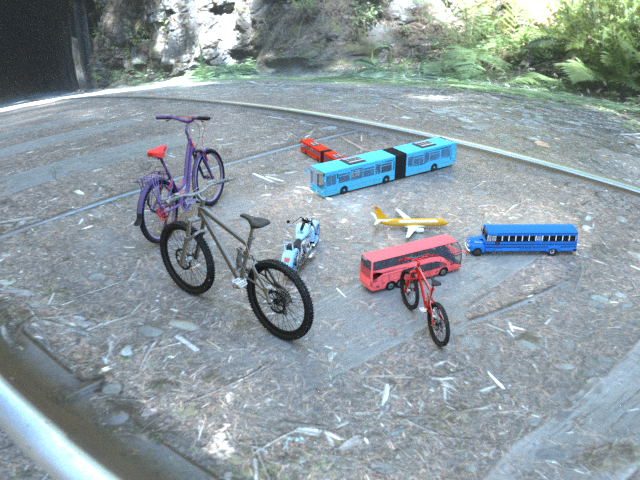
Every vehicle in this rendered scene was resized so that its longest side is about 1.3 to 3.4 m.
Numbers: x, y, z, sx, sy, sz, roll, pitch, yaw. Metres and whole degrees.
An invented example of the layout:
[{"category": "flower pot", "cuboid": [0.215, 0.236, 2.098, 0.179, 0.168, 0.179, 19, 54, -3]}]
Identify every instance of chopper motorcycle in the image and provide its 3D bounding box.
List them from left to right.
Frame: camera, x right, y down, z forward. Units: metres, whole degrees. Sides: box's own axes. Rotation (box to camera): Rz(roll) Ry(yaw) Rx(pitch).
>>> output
[{"category": "chopper motorcycle", "cuboid": [-0.273, -0.023, 10.732, 0.466, 0.761, 1.563, 7, 27, 14]}]

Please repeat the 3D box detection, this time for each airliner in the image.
[{"category": "airliner", "cuboid": [1.538, -0.385, 11.854, 1.307, 0.429, 1.161, -1, 26, -3]}]

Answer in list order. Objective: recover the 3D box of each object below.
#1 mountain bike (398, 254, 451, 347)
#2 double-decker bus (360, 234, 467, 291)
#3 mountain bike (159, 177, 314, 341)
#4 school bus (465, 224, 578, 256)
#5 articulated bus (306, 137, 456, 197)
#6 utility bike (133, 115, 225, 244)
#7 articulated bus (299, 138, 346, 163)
[{"category": "mountain bike", "cuboid": [1.351, 0.723, 9.074, 0.573, 0.868, 1.469, -7, 27, -15]}, {"category": "double-decker bus", "cuboid": [1.374, 0.320, 10.278, 1.672, 0.541, 0.389, -13, 29, -24]}, {"category": "mountain bike", "cuboid": [-1.185, 0.231, 9.148, 2.857, 1.688, 1.114, 20, 32, 35]}, {"category": "school bus", "cuboid": [3.173, -0.011, 11.081, 1.708, 0.434, 0.365, 0, 26, -1]}, {"category": "articulated bus", "cuboid": [1.309, -1.493, 13.984, 3.401, 0.561, 0.605, -16, 30, -30]}, {"category": "utility bike", "cuboid": [-2.424, -1.148, 11.813, 1.039, 1.839, 2.791, 10, 28, 19]}, {"category": "articulated bus", "cuboid": [0.101, -1.808, 14.943, 0.311, 0.289, 1.749, -15, 29, -27]}]
